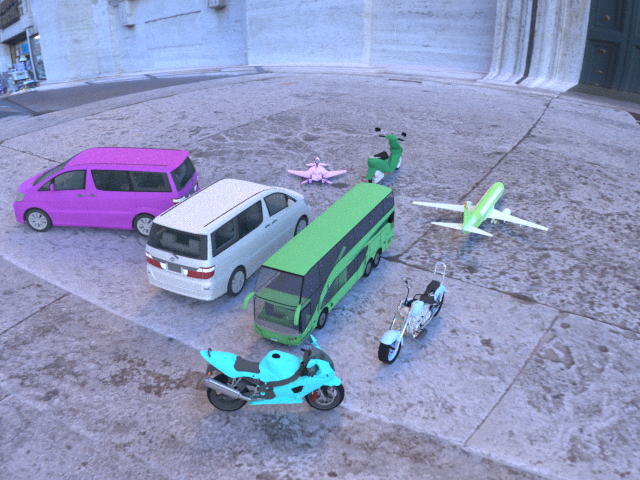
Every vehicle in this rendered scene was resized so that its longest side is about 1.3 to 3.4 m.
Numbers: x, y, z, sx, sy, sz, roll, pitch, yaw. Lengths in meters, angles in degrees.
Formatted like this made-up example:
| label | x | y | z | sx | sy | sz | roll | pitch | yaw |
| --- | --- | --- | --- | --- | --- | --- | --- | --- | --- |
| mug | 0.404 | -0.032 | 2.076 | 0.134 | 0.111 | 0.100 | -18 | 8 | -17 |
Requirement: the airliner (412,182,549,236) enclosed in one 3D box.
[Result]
| label | x | y | z | sx | sy | sz | roll | pitch | yaw |
| --- | --- | --- | --- | --- | --- | --- | --- | --- | --- |
| airliner | 2.717 | -0.685 | 11.620 | 2.257 | 0.835 | 2.541 | 13 | 30 | 24 |

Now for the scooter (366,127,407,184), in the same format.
| label | x | y | z | sx | sy | sz | roll | pitch | yaw |
| --- | --- | --- | --- | --- | --- | --- | --- | --- | --- |
| scooter | 1.251 | -1.606 | 13.295 | 0.662 | 0.919 | 1.399 | 16 | 31 | 28 |

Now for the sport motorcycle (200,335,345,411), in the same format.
| label | x | y | z | sx | sy | sz | roll | pitch | yaw |
| --- | --- | --- | --- | --- | --- | --- | --- | --- | --- |
| sport motorcycle | -0.493 | 1.484 | 7.472 | 1.520 | 0.821 | 0.506 | 0 | 28 | 0 |

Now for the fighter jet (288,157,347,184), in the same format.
| label | x | y | z | sx | sy | sz | roll | pitch | yaw |
| --- | --- | --- | --- | --- | --- | --- | --- | --- | --- |
| fighter jet | -0.057 | -1.454 | 13.688 | 1.147 | 0.286 | 1.358 | 0 | 28 | 0 |

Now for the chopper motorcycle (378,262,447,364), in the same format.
| label | x | y | z | sx | sy | sz | roll | pitch | yaw |
| --- | --- | --- | --- | --- | --- | --- | --- | --- | --- |
| chopper motorcycle | 1.167 | 0.887 | 8.683 | 0.466 | 0.761 | 1.563 | 18 | 32 | 30 |

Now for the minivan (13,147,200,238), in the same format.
| label | x | y | z | sx | sy | sz | roll | pitch | yaw |
| --- | --- | --- | --- | --- | --- | --- | --- | --- | --- |
| minivan | -3.545 | -0.859 | 11.561 | 3.011 | 1.197 | 1.324 | 3 | 28 | 6 |

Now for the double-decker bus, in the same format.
| label | x | y | z | sx | sy | sz | roll | pitch | yaw |
| --- | --- | --- | --- | --- | --- | --- | --- | --- | --- |
| double-decker bus | 0.136 | 0.253 | 9.584 | 0.756 | 1.052 | 3.251 | 13 | 30 | 24 |

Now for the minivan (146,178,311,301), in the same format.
| label | x | y | z | sx | sy | sz | roll | pitch | yaw |
| --- | --- | --- | --- | --- | --- | --- | --- | --- | --- |
| minivan | -1.234 | -0.230 | 10.354 | 1.324 | 1.197 | 3.011 | 13 | 30 | 24 |
